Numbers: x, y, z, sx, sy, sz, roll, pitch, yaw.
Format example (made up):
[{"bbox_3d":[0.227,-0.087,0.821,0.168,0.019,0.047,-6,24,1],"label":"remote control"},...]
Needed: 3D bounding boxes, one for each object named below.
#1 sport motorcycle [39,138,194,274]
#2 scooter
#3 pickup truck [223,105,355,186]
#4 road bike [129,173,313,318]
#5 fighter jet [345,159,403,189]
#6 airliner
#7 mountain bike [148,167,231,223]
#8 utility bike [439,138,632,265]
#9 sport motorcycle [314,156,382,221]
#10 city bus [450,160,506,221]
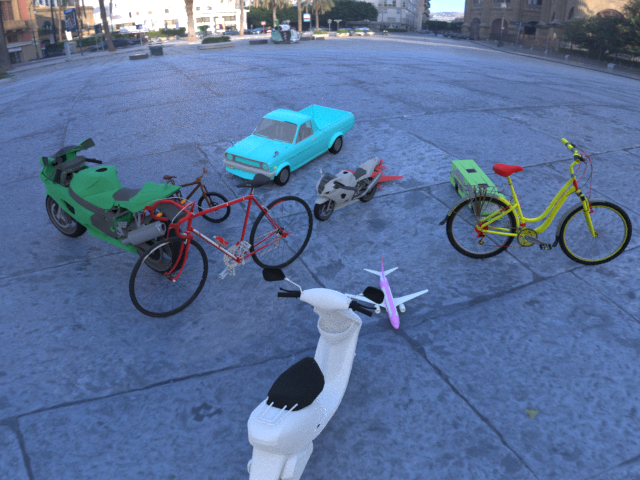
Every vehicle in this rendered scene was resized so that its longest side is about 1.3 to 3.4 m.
[{"bbox_3d":[-3.130,-0.489,10.450,2.955,1.596,0.983,17,34,28],"label":"sport motorcycle"},{"bbox_3d":[-0.086,1.296,7.092,1.288,1.786,2.721,10,31,18],"label":"scooter"},{"bbox_3d":[-0.538,-2.046,13.824,1.244,0.993,3.117,18,34,28],"label":"pickup truck"},{"bbox_3d":[-1.257,-0.018,9.554,3.004,1.656,0.697,-23,36,-34],"label":"road bike"},{"bbox_3d":[1.044,-1.372,13.348,1.147,0.286,1.358,8,31,15],"label":"fighter jet"},{"bbox_3d":[0.934,0.713,9.506,1.161,0.429,1.307,-2,30,-4],"label":"airliner"},{"bbox_3d":[-2.204,-0.704,11.571,1.469,0.868,0.573,4,30,7],"label":"mountain bike"},{"bbox_3d":[3.190,-0.545,10.303,2.791,1.839,1.039,4,30,6],"label":"utility bike"},{"bbox_3d":[0.454,-0.880,11.931,1.520,0.821,0.506,-26,38,-37],"label":"sport motorcycle"},{"bbox_3d":[2.738,-0.875,12.290,0.476,0.460,1.674,-4,30,-7],"label":"city bus"}]
